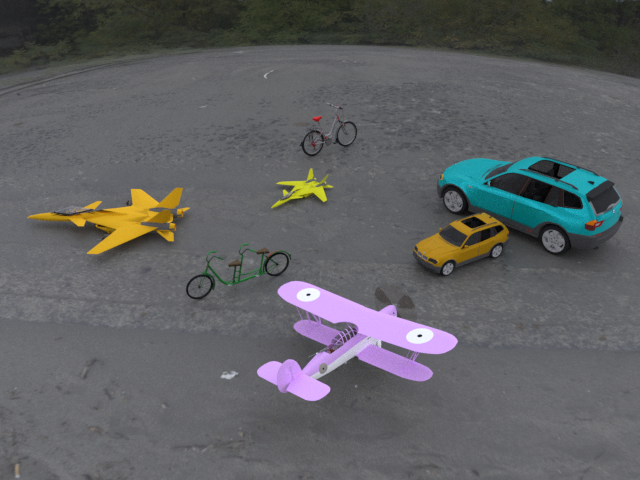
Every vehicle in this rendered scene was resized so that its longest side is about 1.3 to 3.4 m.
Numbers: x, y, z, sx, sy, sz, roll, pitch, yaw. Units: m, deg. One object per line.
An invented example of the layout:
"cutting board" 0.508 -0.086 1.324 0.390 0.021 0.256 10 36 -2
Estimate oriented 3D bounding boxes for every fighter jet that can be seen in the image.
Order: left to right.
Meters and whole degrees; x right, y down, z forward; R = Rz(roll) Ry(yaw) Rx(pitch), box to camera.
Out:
"fighter jet" -3.586 -0.477 11.550 2.640 0.557 2.229 2 31 4
"fighter jet" -0.411 -0.891 12.523 1.147 0.286 1.358 23 37 34

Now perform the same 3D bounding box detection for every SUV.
"SUV" 2.169 0.018 10.684 1.572 0.580 0.656 -17 34 -26
"SUV" 3.396 -0.792 11.522 1.276 1.128 3.058 -27 40 -37

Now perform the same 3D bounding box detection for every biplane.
"biplane" 0.249 1.230 8.227 2.598 0.981 2.120 25 39 36

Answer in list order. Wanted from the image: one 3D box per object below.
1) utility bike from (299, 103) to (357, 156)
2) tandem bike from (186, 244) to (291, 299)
"utility bike" 0.150 -2.264 14.209 1.435 0.946 0.535 -19 36 -29
"tandem bike" -1.139 0.382 9.965 1.642 0.682 0.283 -16 34 -25
